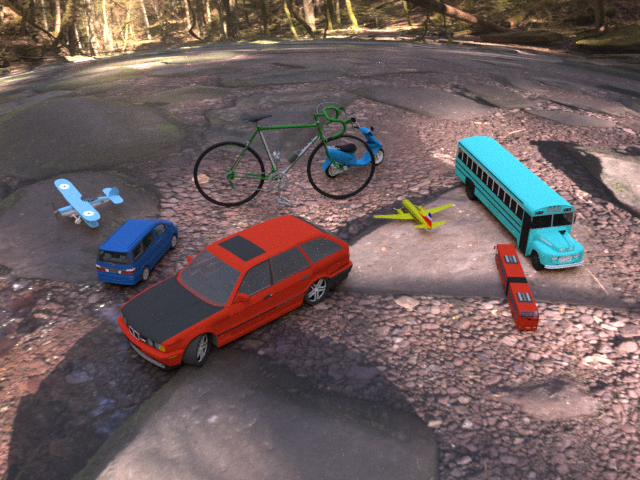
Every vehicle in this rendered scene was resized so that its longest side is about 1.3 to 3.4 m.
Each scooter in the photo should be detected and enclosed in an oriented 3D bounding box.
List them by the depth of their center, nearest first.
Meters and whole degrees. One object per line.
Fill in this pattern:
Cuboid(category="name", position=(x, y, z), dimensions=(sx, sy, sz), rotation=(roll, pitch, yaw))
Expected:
Cuboid(category="scooter", position=(0.627, -1.663, 12.673), dimensions=(1.399, 0.919, 0.662), rotation=(-19, 35, -30))

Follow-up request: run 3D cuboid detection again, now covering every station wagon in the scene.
Cuboid(category="station wagon", position=(-1.023, 0.508, 8.870), dimensions=(3.105, 0.920, 1.327), rotation=(-25, 38, -36))

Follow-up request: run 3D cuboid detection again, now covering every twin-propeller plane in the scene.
Cuboid(category="twin-propeller plane", position=(1.526, -0.452, 11.068), dimensions=(1.370, 0.407, 1.095), rotation=(-9, 31, -16))

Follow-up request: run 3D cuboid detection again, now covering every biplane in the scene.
Cuboid(category="biplane", position=(-3.702, -0.567, 11.172), dimensions=(1.090, 0.504, 1.336), rotation=(-22, 37, -34))

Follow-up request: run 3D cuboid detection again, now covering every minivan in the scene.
Cuboid(category="minivan", position=(-2.575, 0.050, 9.979), dimensions=(0.681, 0.616, 1.548), rotation=(7, 30, 12))

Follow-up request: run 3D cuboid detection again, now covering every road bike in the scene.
Cuboid(category="road bike", position=(-0.557, -1.348, 11.379), dimensions=(3.004, 1.656, 0.697), rotation=(-5, 30, -8))

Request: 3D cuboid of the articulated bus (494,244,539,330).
Cuboid(category="articulated bus", position=(2.612, 0.590, 9.363), dimensions=(0.311, 0.289, 1.749), rotation=(2, 30, 3))

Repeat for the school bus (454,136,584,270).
Cuboid(category="school bus", position=(3.058, -0.652, 10.978), dimensions=(0.709, 0.844, 3.322), rotation=(-6, 30, -11))
